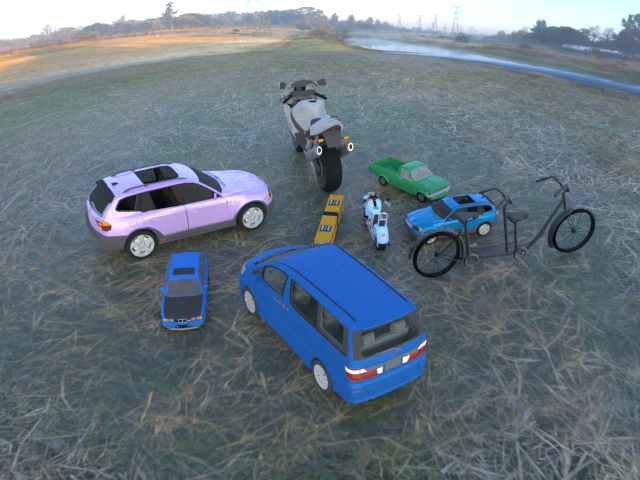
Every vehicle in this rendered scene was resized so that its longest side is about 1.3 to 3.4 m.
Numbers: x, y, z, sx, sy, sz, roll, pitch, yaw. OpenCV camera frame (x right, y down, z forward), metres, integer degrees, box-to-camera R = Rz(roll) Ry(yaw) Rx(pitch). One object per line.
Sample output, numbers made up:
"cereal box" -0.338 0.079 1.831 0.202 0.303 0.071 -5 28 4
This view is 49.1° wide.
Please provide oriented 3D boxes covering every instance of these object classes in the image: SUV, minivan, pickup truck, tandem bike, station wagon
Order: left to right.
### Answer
"SUV" -2.271 -0.661 11.494 3.058 1.128 1.276 -16 33 -25
"station wagon" -1.894 0.653 9.847 0.682 0.473 1.597 -3 30 -6
"minivan" 0.031 0.772 8.909 1.324 1.197 3.011 -17 34 -28
"pickup truck" 1.662 -1.207 13.077 0.640 0.511 1.603 -24 37 -35
"SUV" 2.181 -0.397 11.584 1.572 0.580 0.656 -8 31 -15
"tandem bike" 2.802 -0.195 10.475 3.192 1.326 0.550 -9 31 -15

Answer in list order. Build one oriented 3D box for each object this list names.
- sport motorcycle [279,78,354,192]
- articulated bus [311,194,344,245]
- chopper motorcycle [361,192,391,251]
"sport motorcycle" -0.128 -2.095 13.539 0.983 1.596 2.955 -8 31 -15
"articulated bus" 0.158 -0.278 11.668 0.311 0.289 1.749 5 30 8
"chopper motorcycle" 0.898 -0.431 11.460 0.466 0.761 1.563 -3 30 -5
